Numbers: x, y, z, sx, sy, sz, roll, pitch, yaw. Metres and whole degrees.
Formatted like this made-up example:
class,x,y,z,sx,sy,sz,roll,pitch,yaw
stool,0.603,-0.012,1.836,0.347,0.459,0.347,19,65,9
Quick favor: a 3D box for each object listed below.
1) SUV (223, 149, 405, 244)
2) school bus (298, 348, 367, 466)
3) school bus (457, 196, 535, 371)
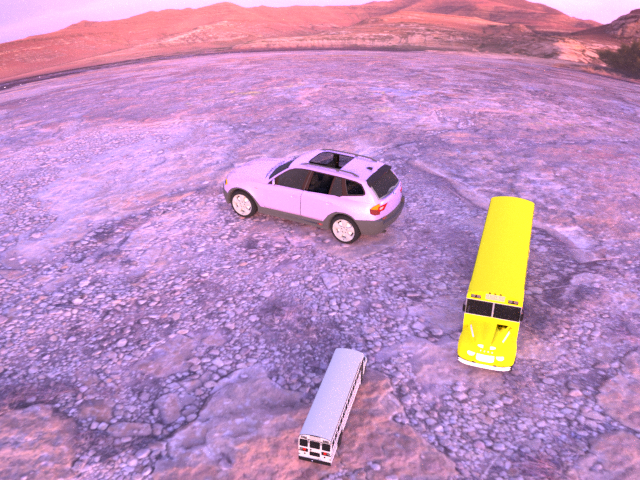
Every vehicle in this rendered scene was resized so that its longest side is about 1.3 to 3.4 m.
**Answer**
class,x,y,z,sx,sy,sz,roll,pitch,yaw
SUV,-0.137,-0.888,11.482,3.058,1.128,1.276,15,33,24
school bus,0.180,1.697,7.608,0.365,0.434,1.708,8,30,14
school bus,2.401,0.478,9.352,0.709,0.844,3.322,9,31,15
